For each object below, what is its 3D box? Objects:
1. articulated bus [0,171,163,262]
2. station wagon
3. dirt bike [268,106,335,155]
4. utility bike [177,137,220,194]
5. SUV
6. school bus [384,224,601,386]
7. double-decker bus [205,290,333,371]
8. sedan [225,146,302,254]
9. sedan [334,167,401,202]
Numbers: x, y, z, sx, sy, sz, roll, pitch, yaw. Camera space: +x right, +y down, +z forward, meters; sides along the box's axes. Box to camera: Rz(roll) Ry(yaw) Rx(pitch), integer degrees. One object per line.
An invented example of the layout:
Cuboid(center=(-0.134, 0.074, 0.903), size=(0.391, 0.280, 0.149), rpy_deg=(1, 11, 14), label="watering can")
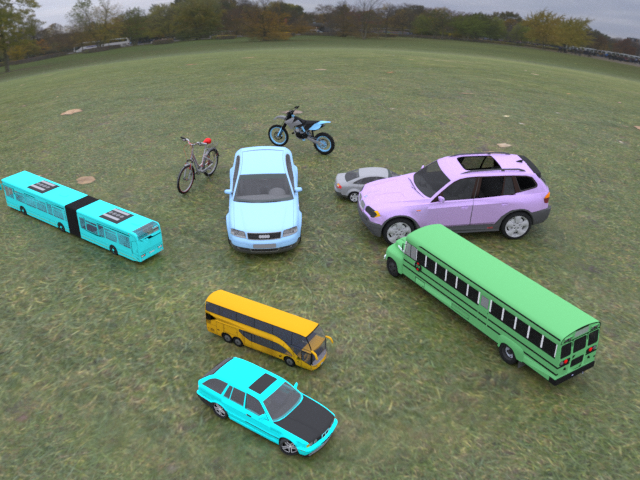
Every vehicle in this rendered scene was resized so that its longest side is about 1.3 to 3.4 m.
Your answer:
Cuboid(center=(-3.898, -0.427, 11.259), size=(3.401, 0.561, 0.605), rpy_deg=(19, 35, 30), label="articulated bus")
Cuboid(center=(-0.577, 1.732, 7.522), size=(1.597, 0.473, 0.682), rpy_deg=(19, 35, 30), label="station wagon")
Cuboid(center=(-0.392, -2.205, 14.109), size=(1.493, 0.857, 0.527), rpy_deg=(12, 32, 21), label="dirt bike")
Cuboid(center=(-2.154, -1.445, 12.671), size=(0.535, 0.946, 1.435), rpy_deg=(12, 32, 20), label="utility bike")
Cuboid(center=(2.132, -0.729, 11.217), size=(3.058, 1.128, 1.276), rpy_deg=(-3, 30, -6), label="SUV")
Cuboid(center=(2.033, 0.638, 9.083), size=(0.709, 0.844, 3.322), rpy_deg=(-17, 34, -27), label="school bus")
Cuboid(center=(-0.658, 1.103, 8.568), size=(1.672, 0.541, 0.389), rpy_deg=(16, 33, 26), label="double-decker bus")
Cuboid(center=(-0.930, -0.833, 11.594), size=(1.235, 0.940, 3.137), rpy_deg=(-2, 29, -4), label="sedan")
Cuboid(center=(1.060, -1.001, 12.357), size=(1.613, 0.483, 0.635), rpy_deg=(1, 29, 1), label="sedan")
